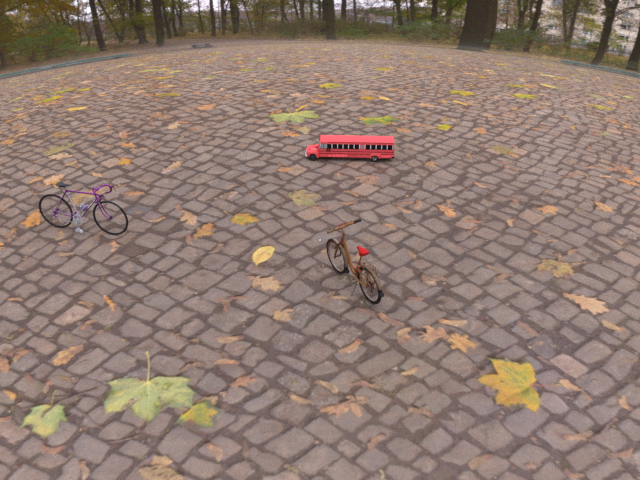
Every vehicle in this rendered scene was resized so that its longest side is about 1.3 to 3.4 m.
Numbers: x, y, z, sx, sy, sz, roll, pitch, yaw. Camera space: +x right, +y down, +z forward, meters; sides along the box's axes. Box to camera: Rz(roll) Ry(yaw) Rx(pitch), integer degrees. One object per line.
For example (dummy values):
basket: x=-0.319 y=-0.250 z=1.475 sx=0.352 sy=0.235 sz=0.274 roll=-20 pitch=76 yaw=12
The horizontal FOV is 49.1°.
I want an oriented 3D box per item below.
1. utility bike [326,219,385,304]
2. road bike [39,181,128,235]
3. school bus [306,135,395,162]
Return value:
utility bike: x=0.413 y=0.266 z=9.473 sx=0.535 sy=0.946 sz=1.435 roll=-16 pitch=34 yaw=-26
road bike: x=-3.710 y=-0.507 z=10.893 sx=1.545 sy=0.852 sz=0.358 roll=7 pitch=31 yaw=12
school bus: x=0.575 y=-1.775 z=13.480 sx=1.708 sy=0.434 sz=0.365 roll=1 pitch=30 yaw=2
